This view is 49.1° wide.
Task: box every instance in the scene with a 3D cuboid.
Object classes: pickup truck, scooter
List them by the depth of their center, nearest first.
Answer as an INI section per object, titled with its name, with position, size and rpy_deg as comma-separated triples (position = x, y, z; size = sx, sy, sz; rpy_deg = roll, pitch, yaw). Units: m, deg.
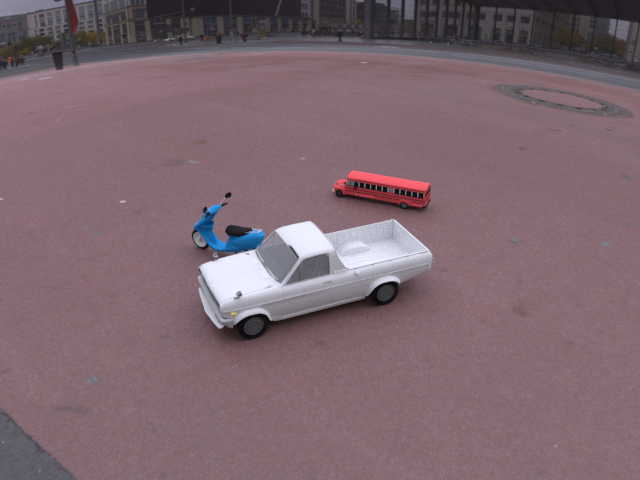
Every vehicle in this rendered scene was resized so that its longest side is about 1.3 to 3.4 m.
[pickup truck]
position = -0.054, 0.342, 9.419
size = 3.117, 0.993, 1.244
rpy_deg = -12, 32, -21
[scooter]
position = -1.361, -0.144, 10.348
size = 1.399, 0.919, 0.662
rpy_deg = 16, 33, 26

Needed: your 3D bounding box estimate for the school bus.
[school bus]
position = 1.051, -0.882, 12.134
size = 1.708, 0.434, 0.365
rpy_deg = 12, 32, 20
